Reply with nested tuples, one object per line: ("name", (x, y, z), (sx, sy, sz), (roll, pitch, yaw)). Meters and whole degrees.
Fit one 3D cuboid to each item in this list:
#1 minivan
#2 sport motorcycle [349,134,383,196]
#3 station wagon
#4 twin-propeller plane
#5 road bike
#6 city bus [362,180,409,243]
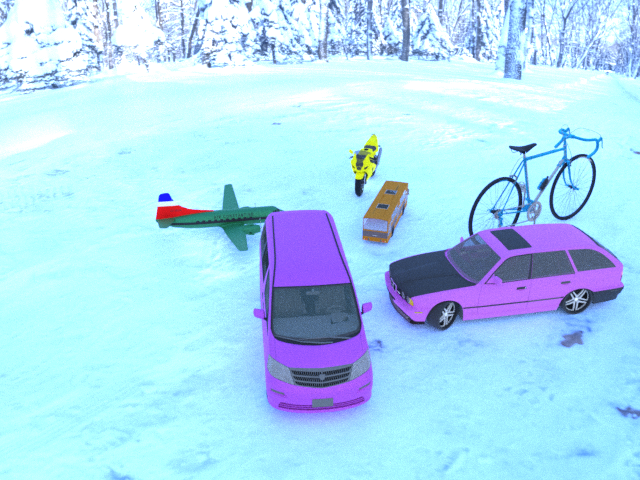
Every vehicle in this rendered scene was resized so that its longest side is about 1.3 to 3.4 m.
("minivan", (-0.136, 0.725, 8.350), (1.324, 1.197, 3.011), (-3, 26, -6))
("sport motorcycle", (0.866, -1.422, 13.151), (0.506, 0.821, 1.520), (7, 27, 14))
("station wagon", (2.423, 0.392, 9.343), (3.105, 0.920, 1.327), (-5, 27, -11))
("twin-propeller plane", (-1.548, -0.451, 11.207), (2.129, 0.792, 2.663), (-5, 27, -10))
("road bike", (3.452, -0.864, 11.068), (3.004, 1.656, 0.697), (-17, 31, -31))
("city bus", (1.105, -0.470, 11.622), (0.476, 0.460, 1.674), (8, 27, 15))
